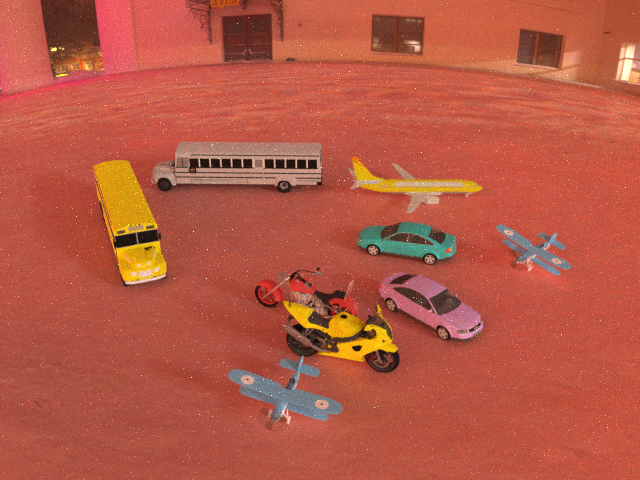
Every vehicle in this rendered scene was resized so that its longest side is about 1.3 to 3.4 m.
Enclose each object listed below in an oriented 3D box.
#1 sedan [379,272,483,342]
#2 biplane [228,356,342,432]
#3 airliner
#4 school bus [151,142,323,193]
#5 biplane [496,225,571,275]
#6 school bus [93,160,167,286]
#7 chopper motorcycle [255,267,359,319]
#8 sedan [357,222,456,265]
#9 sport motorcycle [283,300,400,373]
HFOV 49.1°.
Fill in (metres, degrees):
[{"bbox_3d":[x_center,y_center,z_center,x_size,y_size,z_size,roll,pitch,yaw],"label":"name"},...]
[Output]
[{"bbox_3d":[1.527,0.862,9.718,0.635,0.483,1.613,-24,36,-37],"label":"sedan"},{"bbox_3d":[-0.350,1.749,8.064,1.336,0.504,1.090,8,30,15],"label":"biplane"},{"bbox_3d":[1.804,-1.176,13.102,2.541,0.835,2.257,-1,29,-1],"label":"airliner"},{"bbox_3d":[-1.611,-1.442,13.580,3.322,0.844,0.709,1,29,1],"label":"school bus"},{"bbox_3d":[3.402,0.171,10.968,1.090,0.504,1.336,-23,36,-35],"label":"biplane"},{"bbox_3d":[-3.181,-0.351,11.573,0.709,0.844,3.322,-11,30,-19],"label":"school bus"},{"bbox_3d":[-0.204,0.723,9.683,1.563,0.761,0.466,13,31,22],"label":"chopper motorcycle"},{"bbox_3d":[1.395,-0.015,11.332,1.613,0.483,0.635,9,30,16],"label":"sedan"},{"bbox_3d":[0.261,1.201,8.740,1.520,0.821,0.506,9,30,17],"label":"sport motorcycle"}]
